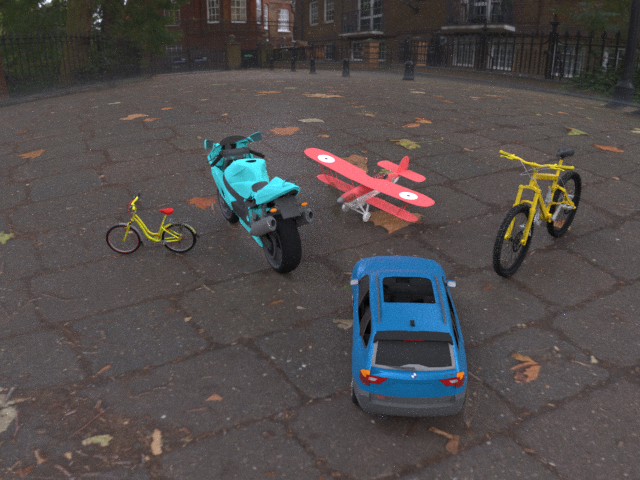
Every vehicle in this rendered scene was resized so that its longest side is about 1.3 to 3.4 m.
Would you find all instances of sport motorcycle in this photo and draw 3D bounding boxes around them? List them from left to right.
[{"bbox_3d":[-1.024,-0.646,10.862,0.983,1.596,2.955,-13,29,-25],"label":"sport motorcycle"}]

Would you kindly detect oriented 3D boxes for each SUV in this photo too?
[{"bbox_3d":[0.987,0.870,8.243,1.276,1.128,3.058,1,26,2],"label":"SUV"}]

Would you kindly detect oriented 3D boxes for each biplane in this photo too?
[{"bbox_3d":[0.986,-0.940,12.187,2.598,0.981,2.120,19,32,34],"label":"biplane"}]

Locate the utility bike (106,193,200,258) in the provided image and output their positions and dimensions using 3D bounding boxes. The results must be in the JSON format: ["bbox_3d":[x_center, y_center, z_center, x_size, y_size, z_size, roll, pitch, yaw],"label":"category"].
[{"bbox_3d":[-2.568,-0.182,10.646,1.435,0.946,0.535,-1,26,-3],"label":"utility bike"}]

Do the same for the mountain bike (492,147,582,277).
[{"bbox_3d":[3.364,-0.552,10.561,1.114,1.688,2.857,20,32,36],"label":"mountain bike"}]
